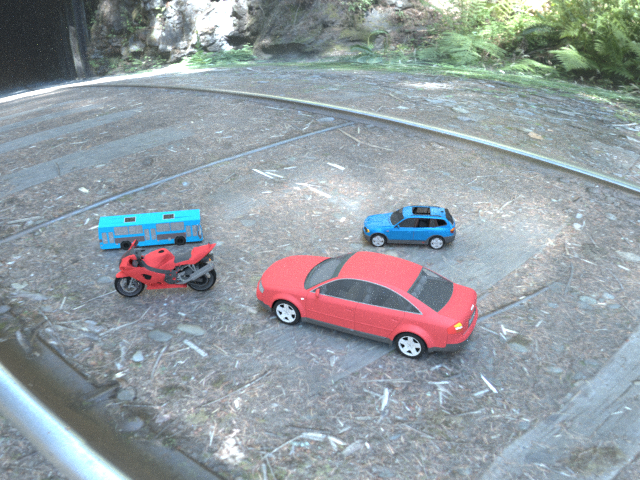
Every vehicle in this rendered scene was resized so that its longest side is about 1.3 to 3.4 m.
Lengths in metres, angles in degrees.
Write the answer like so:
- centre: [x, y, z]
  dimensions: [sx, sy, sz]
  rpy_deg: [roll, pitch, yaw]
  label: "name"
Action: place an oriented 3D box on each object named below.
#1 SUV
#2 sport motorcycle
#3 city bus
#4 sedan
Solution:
- centre: [1.504, -0.255, 11.808]
  dimensions: [1.572, 0.580, 0.656]
  rpy_deg: [2, 29, 4]
  label: "SUV"
- centre: [-2.269, 0.432, 10.295]
  dimensions: [1.520, 0.821, 0.506]
  rpy_deg: [-5, 29, -9]
  label: "sport motorcycle"
- centre: [-2.833, -0.164, 11.767]
  dimensions: [1.674, 0.460, 0.476]
  rpy_deg: [-5, 29, -9]
  label: "city bus"
- centre: [0.595, 0.708, 9.664]
  dimensions: [3.137, 0.940, 1.235]
  rpy_deg: [12, 31, 21]
  label: "sedan"
